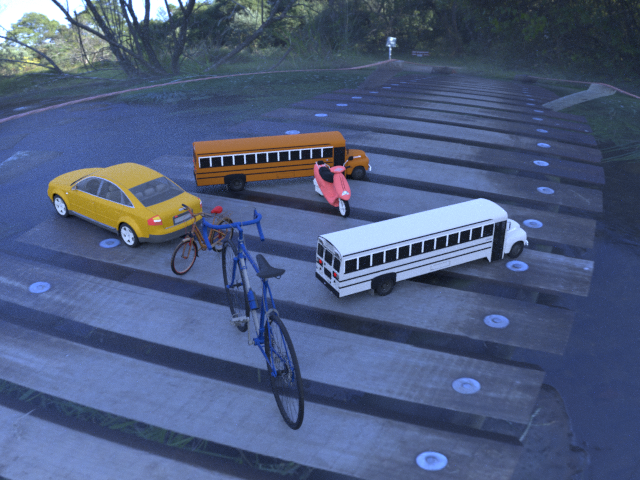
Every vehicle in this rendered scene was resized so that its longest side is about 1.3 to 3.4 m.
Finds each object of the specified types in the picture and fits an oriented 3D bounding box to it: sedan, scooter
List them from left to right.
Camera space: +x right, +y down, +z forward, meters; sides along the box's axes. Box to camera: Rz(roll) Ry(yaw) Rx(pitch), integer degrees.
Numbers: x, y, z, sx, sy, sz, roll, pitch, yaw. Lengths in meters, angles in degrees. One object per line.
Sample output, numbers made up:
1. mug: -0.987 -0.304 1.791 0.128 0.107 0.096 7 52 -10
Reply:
1. sedan: -3.263 -0.747 11.436 3.137 0.940 1.235 19 32 34
2. scooter: 0.200 -1.017 12.003 0.662 0.919 1.399 -11 28 -20

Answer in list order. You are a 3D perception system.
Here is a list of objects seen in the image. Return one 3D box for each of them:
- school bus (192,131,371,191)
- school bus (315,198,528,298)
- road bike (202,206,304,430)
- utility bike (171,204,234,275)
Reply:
1. school bus: -0.679 -1.502 13.065 3.322 0.844 0.709 -6 27 -12
2. school bus: 1.552 0.058 9.922 3.322 0.844 0.709 -13 29 -25
3. road bike: -0.705 0.717 7.681 0.696 1.656 3.004 -10 28 -19
4. utility bike: -1.633 -0.093 10.112 0.535 0.946 1.435 15 30 28
